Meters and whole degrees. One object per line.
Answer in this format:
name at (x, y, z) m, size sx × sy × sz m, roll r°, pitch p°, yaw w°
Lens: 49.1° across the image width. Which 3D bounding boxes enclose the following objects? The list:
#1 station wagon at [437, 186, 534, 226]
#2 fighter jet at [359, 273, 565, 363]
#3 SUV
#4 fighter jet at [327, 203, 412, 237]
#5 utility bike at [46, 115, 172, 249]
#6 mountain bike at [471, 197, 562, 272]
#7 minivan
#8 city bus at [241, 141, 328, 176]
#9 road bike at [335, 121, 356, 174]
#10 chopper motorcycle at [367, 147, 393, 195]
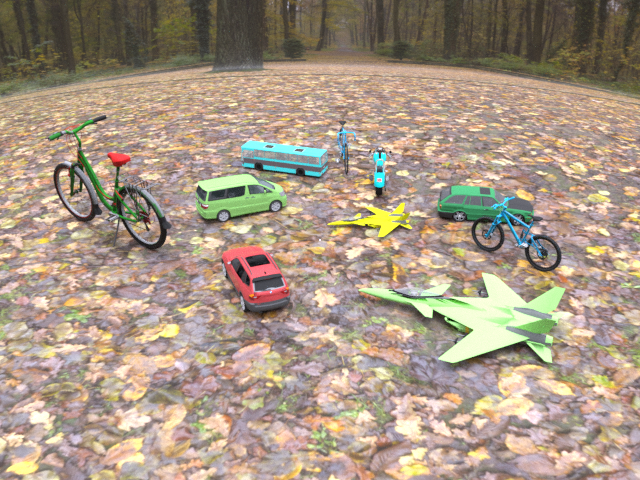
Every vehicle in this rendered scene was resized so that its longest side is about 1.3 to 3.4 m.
station wagon at (2.795, -0.613, 11.808) m, size 1.597 × 0.473 × 0.682 m, roll 4°, pitch 27°, yaw 9°
fighter jet at (1.726, 0.775, 8.976) m, size 2.640 × 0.557 × 2.229 m, roll 12°, pitch 29°, yaw 22°
SUV at (-0.900, 0.439, 9.614) m, size 0.656 × 0.580 × 1.572 m, roll -10°, pitch 29°, yaw -19°
fighter jet at (0.794, -0.368, 11.532) m, size 1.358 × 0.286 × 1.147 m, roll -3°, pitch 27°, yaw -6°
utility bike at (-3.385, -0.856, 10.776) m, size 2.791 × 1.839 × 1.039 m, roll 19°, pitch 32°, yaw 32°
mountain bike at (2.894, -0.088, 10.334) m, size 1.469 × 0.868 × 0.573 m, roll 23°, pitch 35°, yaw 38°
minivan at (-1.334, -0.773, 11.966) m, size 1.548 × 0.616 × 0.681 m, roll -12°, pitch 29°, yaw -22°
city bus at (-0.702, -1.581, 13.733) m, size 1.674 × 0.460 × 0.476 m, roll 9°, pitch 28°, yaw 18°
road bike at (0.474, -1.901, 13.932) m, size 0.358 × 0.852 × 1.545 m, roll -2°, pitch 27°, yaw -4°
chopper motorcycle at (1.110, -1.389, 13.022) m, size 0.466 × 0.761 × 1.563 m, roll 2°, pitch 27°, yaw 4°
